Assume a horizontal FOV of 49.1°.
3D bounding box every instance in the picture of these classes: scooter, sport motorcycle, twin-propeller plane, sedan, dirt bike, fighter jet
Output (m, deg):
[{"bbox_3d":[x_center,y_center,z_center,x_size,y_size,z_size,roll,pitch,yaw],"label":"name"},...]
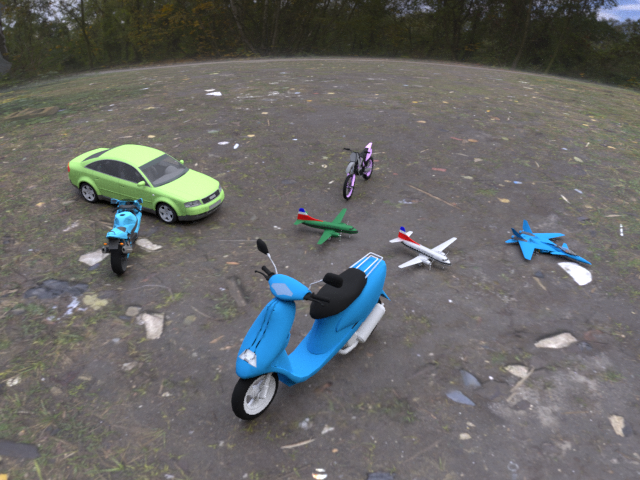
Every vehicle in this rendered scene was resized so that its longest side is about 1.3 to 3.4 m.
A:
[{"bbox_3d":[-0.044,0.848,8.268,1.288,1.786,2.721,23,36,36],"label":"scooter"},{"bbox_3d":[-3.071,-0.109,11.008,0.506,0.821,1.520,-1,29,-1],"label":"sport motorcycle"},{"bbox_3d":[0.123,-0.284,11.755,1.095,0.407,1.370,10,30,17],"label":"twin-propeller plane"},{"bbox_3d":[-3.195,-1.138,12.754,3.137,0.940,1.235,15,32,25],"label":"sedan"},{"bbox_3d":[0.744,-1.364,13.251,0.527,0.857,1.493,12,31,21],"label":"dirt bike"},{"bbox_3d":[3.727,0.074,11.229,1.358,0.286,1.147,25,38,38],"label":"fighter jet"},{"bbox_3d":[1.634,0.129,11.006,1.370,0.407,1.095,-24,37,-36],"label":"twin-propeller plane"}]
